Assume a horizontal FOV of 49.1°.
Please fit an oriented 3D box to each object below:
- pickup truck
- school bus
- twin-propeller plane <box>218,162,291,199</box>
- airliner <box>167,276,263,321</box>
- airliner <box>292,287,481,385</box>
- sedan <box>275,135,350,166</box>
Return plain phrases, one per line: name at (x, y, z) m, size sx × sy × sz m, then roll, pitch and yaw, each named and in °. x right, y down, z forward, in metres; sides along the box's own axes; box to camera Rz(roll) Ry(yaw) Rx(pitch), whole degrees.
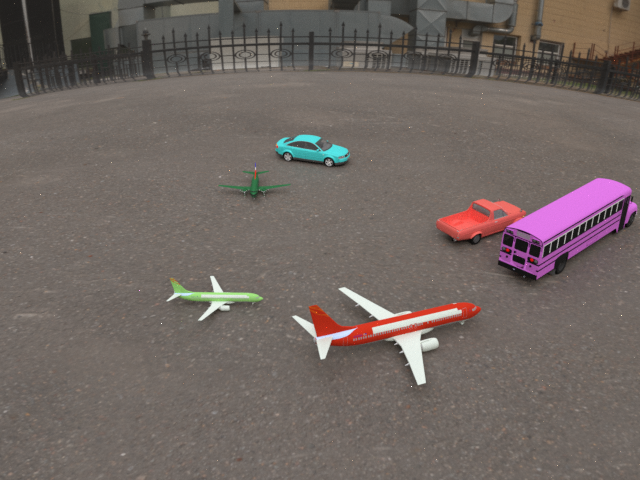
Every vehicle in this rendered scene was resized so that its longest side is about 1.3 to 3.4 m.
pickup truck at (2.726, -0.364, 11.766) m, size 1.603 × 0.511 × 0.640 m, roll -16°, pitch 32°, yaw -28°
school bus at (4.110, -0.270, 11.226) m, size 3.322 × 0.844 × 0.709 m, roll -23°, pitch 36°, yaw -37°
twin-propeller plane at (-1.240, -1.112, 13.306) m, size 1.370 × 0.407 × 1.095 m, roll -1°, pitch 28°, yaw -2°
airliner at (-1.452, 0.718, 9.786) m, size 1.307 × 0.429 × 1.161 m, roll 0°, pitch 28°, yaw 0°
airliner at (0.999, 0.943, 8.917) m, size 2.541 × 0.835 × 2.257 m, roll -11°, pitch 30°, yaw -20°
sedan at (-0.152, -1.926, 14.782) m, size 1.613 × 0.483 × 0.635 m, roll 10°, pitch 29°, yaw 18°
